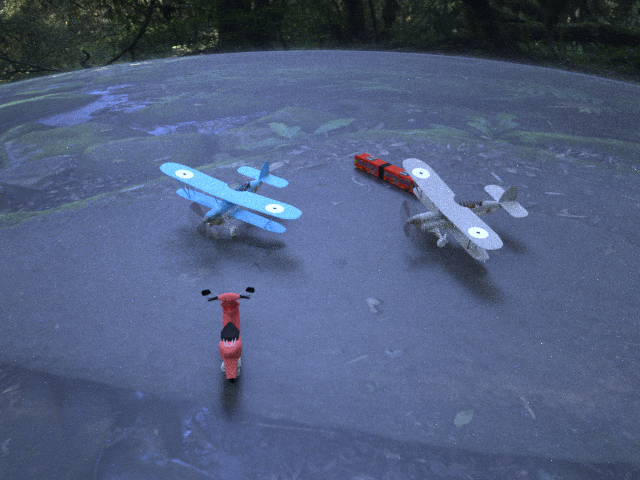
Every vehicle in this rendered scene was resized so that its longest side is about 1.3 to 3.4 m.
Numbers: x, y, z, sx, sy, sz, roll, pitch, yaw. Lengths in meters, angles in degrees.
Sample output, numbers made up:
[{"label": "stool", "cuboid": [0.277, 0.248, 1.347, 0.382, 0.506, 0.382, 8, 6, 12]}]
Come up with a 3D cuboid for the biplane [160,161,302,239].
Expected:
[{"label": "biplane", "cuboid": [-1.350, -0.718, 11.847, 2.598, 0.981, 2.120, 13, 32, 22]}]

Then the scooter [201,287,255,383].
[{"label": "scooter", "cuboid": [-1.124, 1.082, 8.776, 0.662, 0.919, 1.399, -3, 30, -5]}]

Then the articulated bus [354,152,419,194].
[{"label": "articulated bus", "cuboid": [1.338, -1.298, 13.551, 0.311, 0.289, 1.749, -23, 37, -34]}]

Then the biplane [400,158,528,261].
[{"label": "biplane", "cuboid": [2.341, -0.446, 11.374, 2.120, 0.981, 2.598, -12, 32, -20]}]
